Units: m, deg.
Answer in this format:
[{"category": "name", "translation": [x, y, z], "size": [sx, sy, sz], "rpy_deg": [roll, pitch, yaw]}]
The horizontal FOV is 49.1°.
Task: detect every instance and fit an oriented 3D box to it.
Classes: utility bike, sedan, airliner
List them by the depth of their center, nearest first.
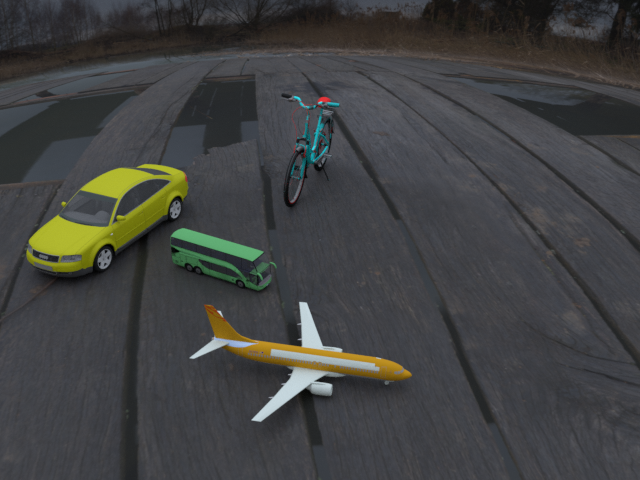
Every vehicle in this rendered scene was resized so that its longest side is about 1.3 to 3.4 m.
[{"category": "airliner", "translation": [-0.172, 1.250, 8.275], "size": [2.541, 0.835, 2.257], "rpy_deg": [6, 30, 10]}, {"category": "sedan", "translation": [-3.330, -0.477, 11.214], "size": [1.235, 0.940, 3.137], "rpy_deg": [13, 32, 21]}, {"category": "utility bike", "translation": [-0.067, -1.814, 12.659], "size": [1.039, 1.839, 2.791], "rpy_deg": [9, 31, 15]}]

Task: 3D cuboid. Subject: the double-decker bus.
[{"category": "double-decker bus", "translation": [-1.445, 0.288, 10.269], "size": [1.672, 0.541, 0.389], "rpy_deg": [15, 33, 25]}]
